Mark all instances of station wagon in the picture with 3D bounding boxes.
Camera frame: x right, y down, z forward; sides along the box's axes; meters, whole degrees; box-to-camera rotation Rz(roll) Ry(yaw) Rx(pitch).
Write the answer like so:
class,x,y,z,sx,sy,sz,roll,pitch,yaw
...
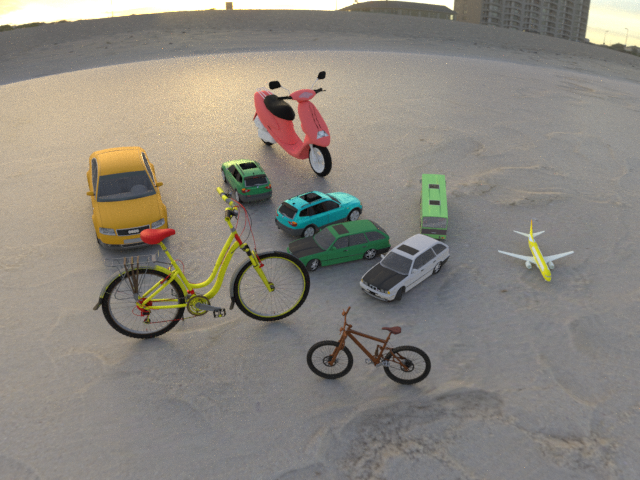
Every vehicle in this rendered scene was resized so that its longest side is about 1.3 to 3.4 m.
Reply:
class,x,y,z,sx,sy,sz,roll,pitch,yaw
station wagon,1.257,0.355,10.277,0.682,0.473,1.597,24,37,35
station wagon,0.281,0.041,10.829,1.597,0.473,0.682,-11,31,-18

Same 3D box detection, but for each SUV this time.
class,x,y,z,sx,sy,sz,roll,pitch,yaw
SUV,-0.004,-0.515,11.698,1.572,0.580,0.656,-21,36,-32
SUV,-1.360,-1.182,12.869,0.656,0.580,1.572,-11,31,-19

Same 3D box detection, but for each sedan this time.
class,x,y,z,sx,sy,sz,roll,pitch,yaw
sedan,-3.345,-0.883,11.981,1.235,0.940,3.137,-9,31,-16

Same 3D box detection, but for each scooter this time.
class,x,y,z,sx,sy,sz,roll,pitch,yaw
scooter,-0.588,-2.443,13.867,1.288,1.786,2.721,-19,35,-30

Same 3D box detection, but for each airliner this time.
class,x,y,z,sx,sy,sz,roll,pitch,yaw
airliner,3.337,0.167,10.651,1.161,0.429,1.307,1,30,1

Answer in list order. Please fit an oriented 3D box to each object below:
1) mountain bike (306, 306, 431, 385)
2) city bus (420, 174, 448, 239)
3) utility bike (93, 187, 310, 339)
class,x,y,z,sx,sy,sz,roll,pitch,yaw
mountain bike,0.570,1.312,8.195,1.469,0.868,0.573,3,30,5
city bus,1.929,-0.574,11.922,0.476,0.460,1.674,4,30,6
utility bike,-1.515,0.321,8.956,2.791,1.839,1.039,-7,30,-11
